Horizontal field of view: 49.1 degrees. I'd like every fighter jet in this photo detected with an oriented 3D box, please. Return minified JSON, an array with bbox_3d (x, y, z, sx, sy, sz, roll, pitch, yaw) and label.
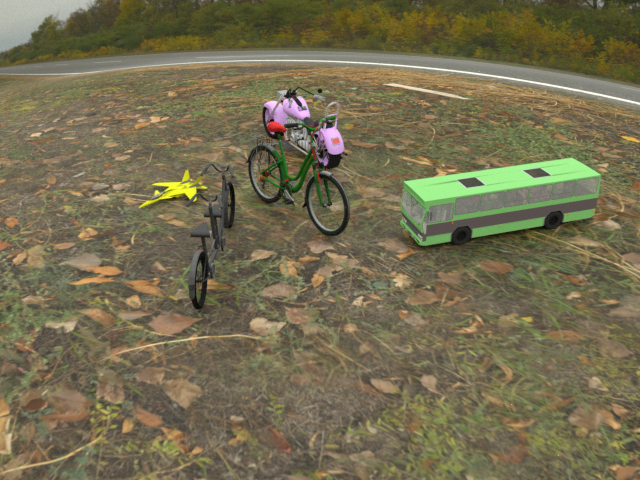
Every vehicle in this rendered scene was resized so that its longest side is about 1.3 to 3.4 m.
[{"bbox_3d":[-2.750,-0.896,12.716,1.147,0.286,1.358,22,36,34],"label":"fighter jet"}]

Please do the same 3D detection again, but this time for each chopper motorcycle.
[{"bbox_3d":[-0.418,-2.471,14.330,0.906,1.480,3.040,-16,33,-26],"label":"chopper motorcycle"}]

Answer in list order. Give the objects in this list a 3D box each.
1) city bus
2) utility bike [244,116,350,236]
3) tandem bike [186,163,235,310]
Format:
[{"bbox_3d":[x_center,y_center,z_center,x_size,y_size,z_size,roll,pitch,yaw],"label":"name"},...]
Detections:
[{"bbox_3d":[2.985,-0.623,11.594,3.255,0.894,0.926,-9,30,-16],"label":"city bus"},{"bbox_3d":[-0.370,-1.269,11.787,1.039,1.839,2.791,-23,36,-35],"label":"utility bike"},{"bbox_3d":[-1.586,-0.225,10.431,0.550,1.326,3.192,2,29,3],"label":"tandem bike"}]
